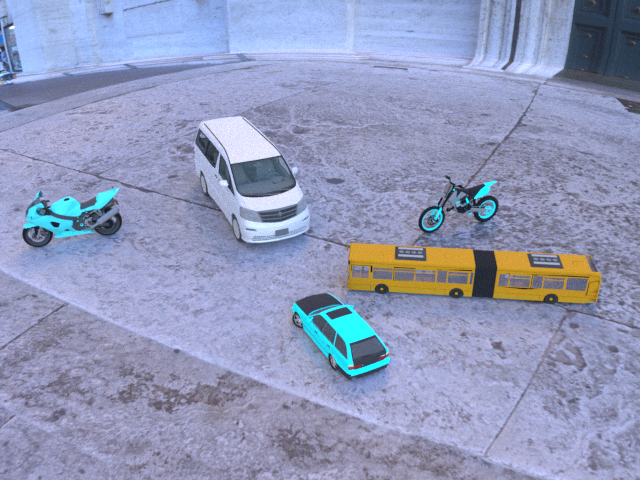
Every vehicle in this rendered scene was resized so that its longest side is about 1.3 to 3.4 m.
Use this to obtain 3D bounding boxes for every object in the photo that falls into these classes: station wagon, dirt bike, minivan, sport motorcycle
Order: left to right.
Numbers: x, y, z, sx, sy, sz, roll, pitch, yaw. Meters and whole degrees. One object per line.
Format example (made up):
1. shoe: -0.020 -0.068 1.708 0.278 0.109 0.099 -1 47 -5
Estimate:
1. sport motorcycle: -3.830 -0.357 10.824 1.520 0.821 0.506 -11 31 -19
2. minivan: -1.201 -1.059 11.690 1.324 1.197 3.011 -13 32 -21
3. station wagon: 0.216 1.072 8.632 0.682 0.473 1.597 -15 32 -24
4. dirt bike: 2.248 -0.582 11.187 1.493 0.857 0.527 -12 31 -20

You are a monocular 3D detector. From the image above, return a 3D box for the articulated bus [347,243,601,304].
1. articulated bus: 2.046 0.453 9.645 3.401 0.561 0.605 3 29 5
